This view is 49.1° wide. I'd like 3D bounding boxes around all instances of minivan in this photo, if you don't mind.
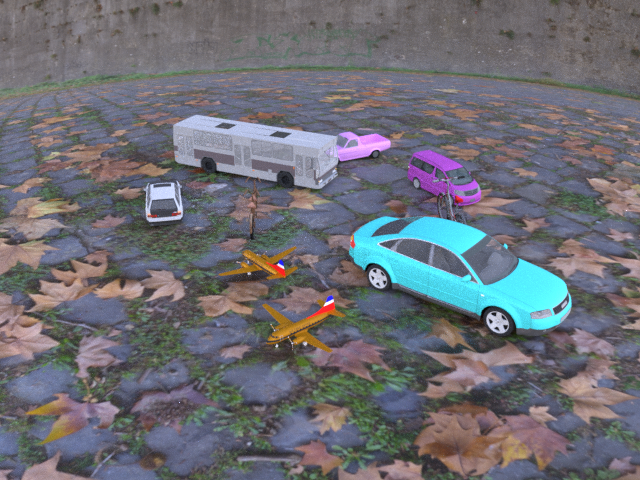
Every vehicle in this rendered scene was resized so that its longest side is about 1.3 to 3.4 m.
[{"bbox_3d":[2.272,-1.135,12.791,0.681,0.616,1.548,-15,31,-28],"label":"minivan"}]

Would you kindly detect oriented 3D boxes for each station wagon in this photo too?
[{"bbox_3d":[-2.722,-0.749,12.182,0.682,0.473,1.597,-6,27,-11],"label":"station wagon"}]

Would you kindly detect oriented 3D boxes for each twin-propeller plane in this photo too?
[{"bbox_3d":[-0.226,1.024,8.734,1.095,0.407,1.370,-20,33,-35],"label":"twin-propeller plane"},{"bbox_3d":[-0.829,0.307,10.158,1.370,0.407,1.095,-20,33,-34],"label":"twin-propeller plane"}]

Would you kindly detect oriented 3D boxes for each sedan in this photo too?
[{"bbox_3d":[1.846,0.334,9.512,3.137,0.940,1.235,20,33,34],"label":"sedan"}]

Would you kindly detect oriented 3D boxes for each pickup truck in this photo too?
[{"bbox_3d":[0.665,-1.953,14.532,1.603,0.511,0.640,-14,30,-25],"label":"pickup truck"}]

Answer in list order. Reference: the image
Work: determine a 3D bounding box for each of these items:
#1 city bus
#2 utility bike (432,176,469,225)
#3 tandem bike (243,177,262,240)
[{"bbox_3d":[-1.280,-1.703,13.608,3.255,0.894,0.926,12,29,23],"label":"city bus"},{"bbox_3d":[2.075,-0.500,11.162,0.535,0.946,1.435,-5,27,-9],"label":"utility bike"},{"bbox_3d":[-1.110,-0.588,11.630,0.283,0.682,1.642,-1,27,-2],"label":"tandem bike"}]
